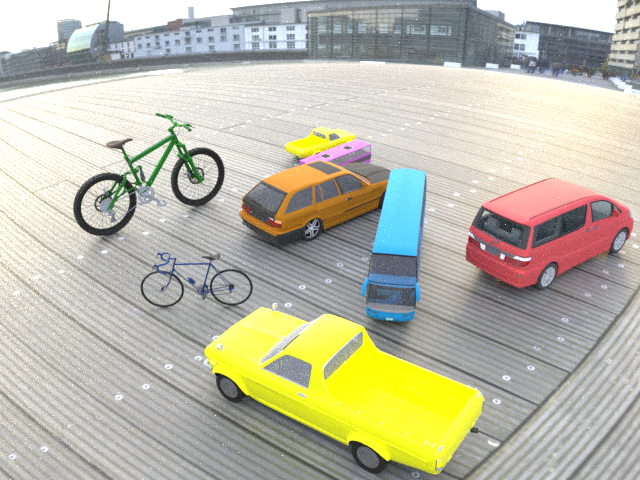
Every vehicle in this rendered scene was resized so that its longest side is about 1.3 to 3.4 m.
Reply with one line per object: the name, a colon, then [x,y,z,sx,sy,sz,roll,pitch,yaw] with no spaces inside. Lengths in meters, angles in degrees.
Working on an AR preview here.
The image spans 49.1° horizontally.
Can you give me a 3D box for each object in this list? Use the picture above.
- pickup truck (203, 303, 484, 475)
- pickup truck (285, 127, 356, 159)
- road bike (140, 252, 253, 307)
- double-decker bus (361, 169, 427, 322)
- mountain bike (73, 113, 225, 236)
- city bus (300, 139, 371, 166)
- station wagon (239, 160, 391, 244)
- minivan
pickup truck: [0.179,1.503,7.737,3.117,0.993,1.244,18,33,30]
pickup truck: [0.027,-2.094,14.938,1.603,0.511,0.640,-23,36,-36]
road bike: [-1.707,0.557,9.645,1.545,0.852,0.358,-1,28,-2]
double-decker bus: [1.190,0.006,10.461,0.756,1.052,3.251,5,29,9]
mountain bike: [-2.846,-1.116,11.874,2.857,1.688,1.114,-22,35,-35]
city bus: [0.322,-1.542,13.964,0.476,0.460,1.674,25,37,38]
station wagon: [0.122,-0.866,12.220,3.105,0.920,1.327,-23,36,-36]
minivan: [3.646,-0.259,10.799,3.011,1.197,1.324,-20,34,-32]
